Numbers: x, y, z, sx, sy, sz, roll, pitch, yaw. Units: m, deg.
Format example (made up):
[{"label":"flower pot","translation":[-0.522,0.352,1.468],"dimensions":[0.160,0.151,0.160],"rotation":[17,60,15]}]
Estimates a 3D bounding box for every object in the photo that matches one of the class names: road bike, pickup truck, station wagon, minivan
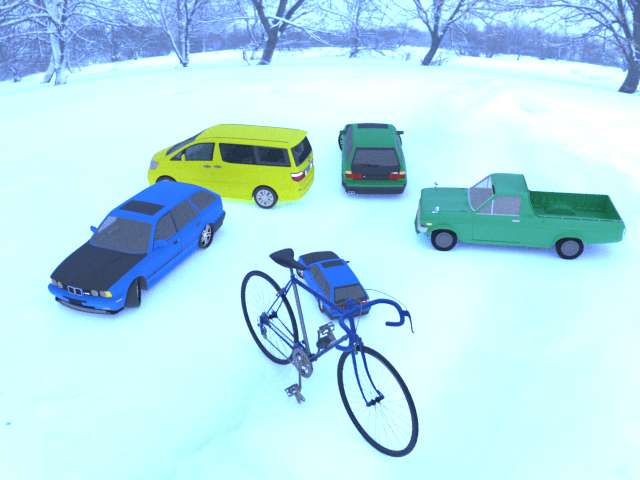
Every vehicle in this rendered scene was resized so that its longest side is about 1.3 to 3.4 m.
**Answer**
[{"label":"road bike","translation":[-0.029,1.016,7.353],"dimensions":[0.696,1.656,3.004],"rotation":[-20,33,-33]},{"label":"pickup truck","translation":[3.057,-0.454,10.921],"dimensions":[3.117,0.993,1.244],"rotation":[4,28,7]},{"label":"station wagon","translation":[-2.586,-0.041,10.201],"dimensions":[1.327,0.920,3.105],"rotation":[10,29,19]},{"label":"station wagon","translation":[0.158,0.512,9.618],"dimensions":[0.682,0.473,1.597],"rotation":[-9,29,-16]},{"label":"minivan","translation":[-1.630,-1.409,12.549],"dimensions":[3.011,1.197,1.324],"rotation":[7,28,13]},{"label":"station wagon","translation":[1.013,-1.807,13.619],"dimensions":[1.327,0.920,3.105],"rotation":[1,27,1]}]
